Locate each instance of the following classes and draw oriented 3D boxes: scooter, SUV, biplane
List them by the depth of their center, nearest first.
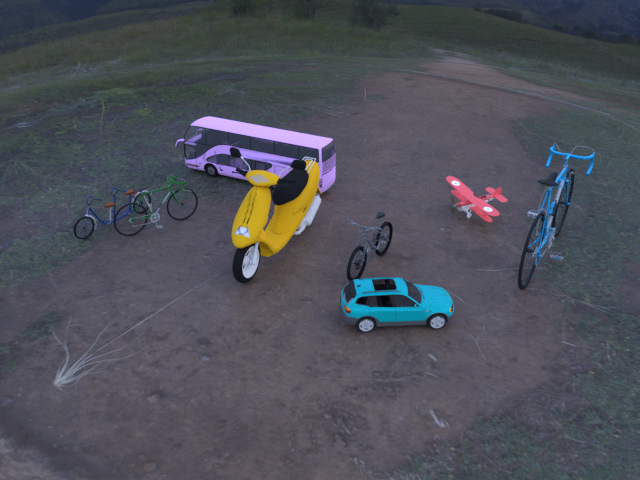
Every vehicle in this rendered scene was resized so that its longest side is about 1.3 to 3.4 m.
[{"bbox_3d":[1.051,0.834,9.574,1.572,0.580,0.656,-2,29,-4],"label":"SUV"},{"bbox_3d":[-0.650,-0.626,10.952,1.288,1.786,2.721,13,32,22],"label":"scooter"},{"bbox_3d":[2.799,-0.690,12.383,1.090,0.504,1.336,-15,33,-25],"label":"biplane"}]

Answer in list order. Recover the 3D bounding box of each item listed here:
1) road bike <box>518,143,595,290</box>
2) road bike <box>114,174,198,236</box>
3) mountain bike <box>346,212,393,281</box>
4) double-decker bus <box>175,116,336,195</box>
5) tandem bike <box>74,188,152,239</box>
[{"bbox_3d":[3.549,-0.438,10.749,0.697,1.656,3.004,16,33,26],"label":"road bike"},{"bbox_3d":[-2.769,-0.589,11.845,1.545,0.852,0.358,-20,35,-31],"label":"road bike"},{"bbox_3d":[0.781,0.035,10.710,0.573,0.868,1.469,16,33,26],"label":"mountain bike"},{"bbox_3d":[-1.256,-1.662,13.562,3.251,1.052,0.756,14,32,23],"label":"double-decker bus"},{"bbox_3d":[-3.522,-0.556,11.961,0.283,0.682,1.642,21,35,33],"label":"tandem bike"}]
